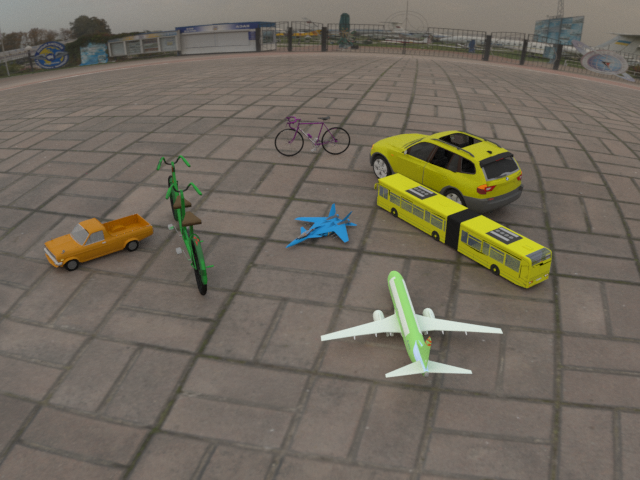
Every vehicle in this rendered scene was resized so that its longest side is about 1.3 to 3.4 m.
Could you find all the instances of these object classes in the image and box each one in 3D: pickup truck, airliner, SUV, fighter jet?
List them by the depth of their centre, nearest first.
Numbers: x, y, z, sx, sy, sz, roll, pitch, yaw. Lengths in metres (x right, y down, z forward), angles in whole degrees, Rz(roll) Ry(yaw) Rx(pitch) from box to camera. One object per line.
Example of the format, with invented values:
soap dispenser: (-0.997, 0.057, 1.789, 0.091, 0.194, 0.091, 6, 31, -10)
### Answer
airliner: (1.120, 0.870, 8.817, 2.257, 0.835, 2.541, -2, 29, -3)
pickup truck: (-3.402, -0.043, 10.792, 1.603, 0.511, 0.640, -21, 35, -32)
fighter jet: (-0.061, -0.194, 11.294, 1.147, 0.286, 1.358, 25, 38, 37)
SUV: (2.205, -1.404, 12.604, 1.276, 1.128, 3.058, -20, 35, -31)

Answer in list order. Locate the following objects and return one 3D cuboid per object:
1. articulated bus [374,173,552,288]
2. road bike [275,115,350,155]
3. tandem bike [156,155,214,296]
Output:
articulated bus: (2.132, -0.237, 11.089, 0.605, 0.561, 3.401, -19, 34, -30)
road bike: (-0.149, -2.106, 14.150, 1.545, 0.852, 0.358, -3, 29, -5)
tandem bike: (-2.050, -0.371, 10.544, 0.550, 1.326, 3.192, -9, 30, -16)
